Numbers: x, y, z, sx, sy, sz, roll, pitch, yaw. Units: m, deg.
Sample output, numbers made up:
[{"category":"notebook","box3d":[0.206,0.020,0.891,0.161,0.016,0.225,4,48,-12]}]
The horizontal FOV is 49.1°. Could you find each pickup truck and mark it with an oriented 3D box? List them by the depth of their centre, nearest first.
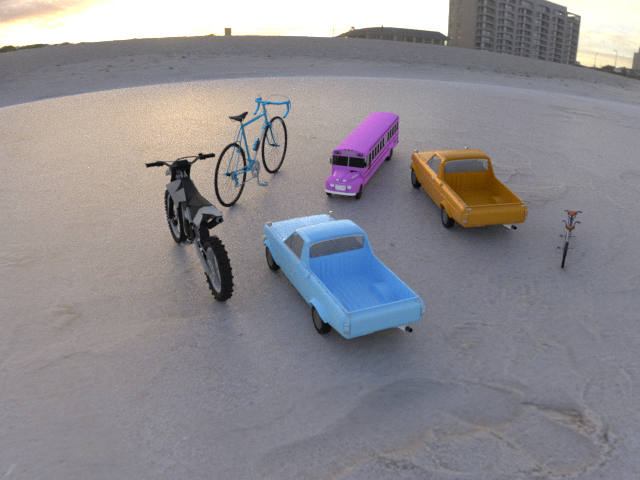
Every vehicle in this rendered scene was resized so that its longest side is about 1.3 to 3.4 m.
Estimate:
[{"category":"pickup truck","box3d":[0.197,0.336,9.665,1.244,0.993,3.117,-11,28,-21]},{"category":"pickup truck","box3d":[2.558,-1.045,12.514,1.244,0.993,3.117,-4,26,-9]}]

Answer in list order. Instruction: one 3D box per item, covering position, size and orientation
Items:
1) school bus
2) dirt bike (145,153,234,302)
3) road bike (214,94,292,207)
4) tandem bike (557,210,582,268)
[{"category":"school bus","box3d":[0.897,-1.762,14.163,0.709,0.844,3.322,9,27,17]},{"category":"dirt bike","box3d":[-1.874,-0.328,10.262,1.024,1.666,2.903,-12,28,-24]},{"category":"road bike","box3d":[-1.252,-1.759,13.227,0.696,1.656,3.004,10,28,20]},{"category":"tandem bike","box3d":[3.919,-0.142,11.009,0.283,0.682,1.642,10,28,20]}]
